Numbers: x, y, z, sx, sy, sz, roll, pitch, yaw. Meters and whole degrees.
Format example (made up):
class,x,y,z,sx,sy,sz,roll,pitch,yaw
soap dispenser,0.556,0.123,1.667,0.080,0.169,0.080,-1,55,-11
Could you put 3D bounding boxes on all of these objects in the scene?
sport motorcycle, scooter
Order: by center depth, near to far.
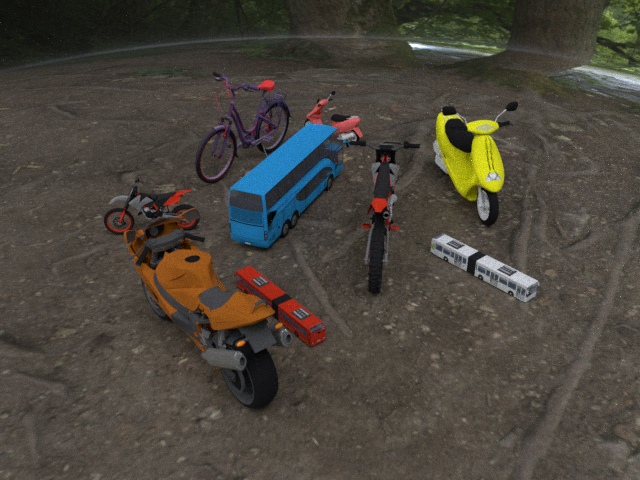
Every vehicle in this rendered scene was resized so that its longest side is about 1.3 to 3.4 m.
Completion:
class,x,y,z,sx,sy,sz,roll,pitch,yaw
sport motorcycle,-1.412,0.745,8.224,0.983,1.596,2.955,-23,38,-33
scooter,2.512,-1.562,11.887,1.288,1.786,2.721,-6,31,-9
scooter,0.257,-2.481,14.264,1.399,0.919,0.662,19,36,28

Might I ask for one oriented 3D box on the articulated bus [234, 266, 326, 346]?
class,x,y,z,sx,sy,sz,roll,pitch,yaw
articulated bus,-0.555,0.848,9.324,0.311,0.289,1.749,-22,37,-32

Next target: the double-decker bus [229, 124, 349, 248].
class,x,y,z,sx,sy,sz,roll,pitch,yaw
double-decker bus,-0.455,-1.017,11.693,0.756,1.052,3.251,13,33,20

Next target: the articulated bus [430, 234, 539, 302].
class,x,y,z,sx,sy,sz,roll,pitch,yaw
articulated bus,2.338,0.379,10.106,0.311,0.289,1.749,-24,38,-34

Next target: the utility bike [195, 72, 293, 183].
class,x,y,z,sx,sy,sz,roll,pitch,yaw
utility bike,-1.273,-2.186,12.877,1.039,1.839,2.791,19,36,29

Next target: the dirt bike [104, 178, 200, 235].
class,x,y,z,sx,sy,sz,roll,pitch,yaw
dirt bike,-2.660,-0.489,11.001,1.493,0.857,0.527,-4,31,-7

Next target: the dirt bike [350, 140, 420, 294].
class,x,y,z,sx,sy,sz,roll,pitch,yaw
dirt bike,0.900,-0.550,10.316,1.024,1.666,2.903,4,31,7
